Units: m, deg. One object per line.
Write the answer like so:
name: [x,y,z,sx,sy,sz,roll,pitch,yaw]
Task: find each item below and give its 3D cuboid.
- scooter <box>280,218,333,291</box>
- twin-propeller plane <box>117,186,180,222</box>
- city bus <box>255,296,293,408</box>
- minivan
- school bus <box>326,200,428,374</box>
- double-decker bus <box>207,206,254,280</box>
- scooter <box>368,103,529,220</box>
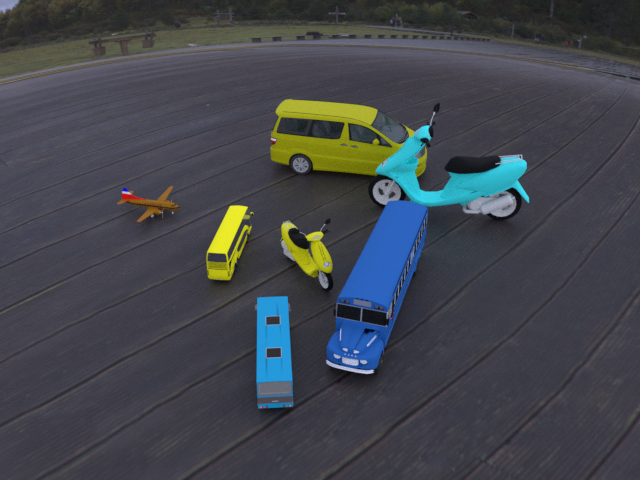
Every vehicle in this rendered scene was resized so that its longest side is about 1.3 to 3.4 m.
scooter: [-0.206,0.097,10.364,0.662,0.919,1.399,-18,35,-28]
twin-propeller plane: [-2.947,-0.676,12.172,1.095,0.407,1.370,7,31,12]
city bus: [-0.569,1.366,8.669,0.476,0.460,1.674,-2,31,-4]
minivan: [0.574,-1.955,13.557,3.011,1.197,1.324,7,31,11]
school bus: [0.854,0.548,9.675,0.709,0.844,3.322,9,32,15]
double-decker bus: [-1.390,-0.001,10.900,0.389,0.541,1.672,4,31,6]
scooter: [2.175,-1.229,11.753,2.721,1.786,1.288,7,31,11]
